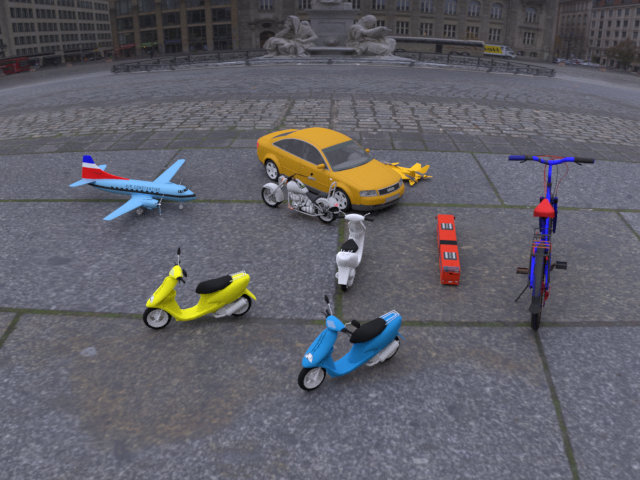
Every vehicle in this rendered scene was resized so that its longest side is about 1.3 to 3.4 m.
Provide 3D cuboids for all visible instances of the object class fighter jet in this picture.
[{"bbox_3d":[1.403,-1.383,13.095,1.147,0.286,1.358,-23,35,-37],"label":"fighter jet"}]

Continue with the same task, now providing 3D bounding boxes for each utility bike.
[{"bbox_3d":[2.809,-0.127,8.978,1.039,1.839,2.791,9,29,17],"label":"utility bike"}]

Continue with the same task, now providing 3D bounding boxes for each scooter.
[{"bbox_3d":[-1.483,0.612,8.553,1.399,0.919,0.662,-8,28,-15],"label":"scooter"},{"bbox_3d":[0.438,0.049,9.640,0.662,0.919,1.399,6,28,11],"label":"scooter"},{"bbox_3d":[0.361,1.083,7.642,1.399,0.919,0.662,-16,31,-28],"label":"scooter"}]

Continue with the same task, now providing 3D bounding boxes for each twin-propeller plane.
[{"bbox_3d":[-3.059,-0.964,11.735,2.129,0.792,2.663,7,28,14],"label":"twin-propeller plane"}]

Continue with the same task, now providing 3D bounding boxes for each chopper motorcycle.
[{"bbox_3d":[-0.333,-0.752,11.359,1.563,0.761,0.466,19,33,32],"label":"chopper motorcycle"}]

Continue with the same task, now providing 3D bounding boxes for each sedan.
[{"bbox_3d":[0.135,-1.381,12.381,1.235,0.940,3.137,-23,35,-37],"label":"sedan"}]

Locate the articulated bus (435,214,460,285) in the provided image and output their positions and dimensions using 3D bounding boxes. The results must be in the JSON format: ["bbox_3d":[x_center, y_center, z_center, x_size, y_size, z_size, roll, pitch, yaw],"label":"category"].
[{"bbox_3d":[1.863,0.106,10.215,0.311,0.289,1.749,3,28,6],"label":"articulated bus"}]
